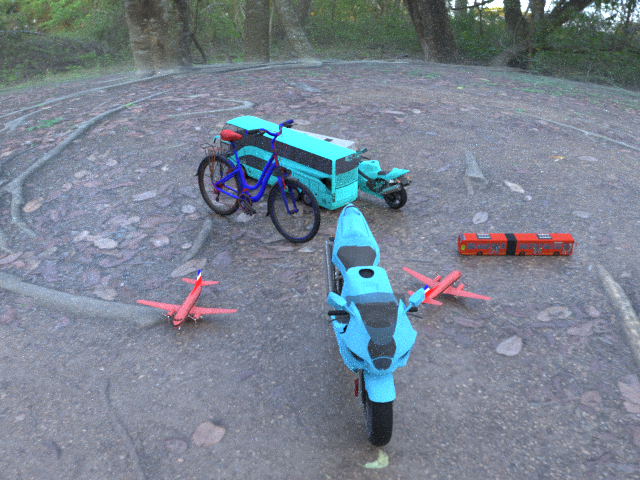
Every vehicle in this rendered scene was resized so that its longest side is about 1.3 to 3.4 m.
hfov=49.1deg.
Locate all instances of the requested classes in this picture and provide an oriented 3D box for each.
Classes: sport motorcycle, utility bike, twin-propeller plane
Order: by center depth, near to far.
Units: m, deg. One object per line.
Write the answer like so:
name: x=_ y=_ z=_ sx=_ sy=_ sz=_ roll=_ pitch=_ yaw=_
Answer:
sport motorcycle: x=0.497 y=0.847 z=7.898 sx=0.983 sy=1.596 sz=2.955 roll=-2 pitch=28 yaw=-4
twin-propeller plane: x=-1.738 y=0.795 z=9.266 sx=1.370 sy=0.407 sz=1.095 roll=5 pitch=28 yaw=9
twin-propeller plane: x=1.677 y=0.603 z=9.630 sx=1.370 sy=0.407 sz=1.095 roll=20 pitch=34 yaw=33
utility bike: x=-1.022 y=-1.084 z=11.287 sx=2.791 sy=1.839 sz=1.039 roll=20 pitch=34 yaw=33
sport motorcycle: x=0.946 y=-1.086 z=12.379 sx=1.520 sy=0.821 sz=0.506 roll=24 pitch=36 yaw=37

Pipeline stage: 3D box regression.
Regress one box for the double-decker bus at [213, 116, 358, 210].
double-decker bus: x=-0.676 y=-1.485 z=12.885 sx=3.251 sy=1.052 sz=0.756 roll=25 pitch=37 yaw=39

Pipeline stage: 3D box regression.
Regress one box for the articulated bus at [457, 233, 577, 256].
articulated bus: x=3.014 y=0.065 z=10.772 sx=1.749 sy=0.289 sz=0.311 roll=0 pitch=28 yaw=0

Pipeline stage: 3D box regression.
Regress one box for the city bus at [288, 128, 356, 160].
city bus: x=-0.095 y=-1.868 z=14.242 sx=1.674 sy=0.460 sz=0.476 roll=16 pitch=32 yaw=28
